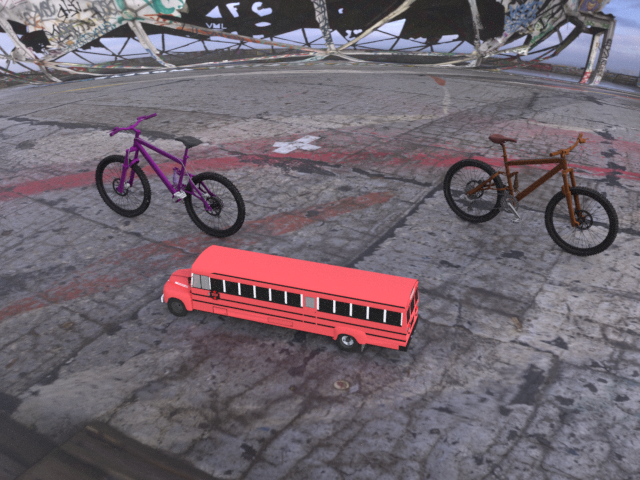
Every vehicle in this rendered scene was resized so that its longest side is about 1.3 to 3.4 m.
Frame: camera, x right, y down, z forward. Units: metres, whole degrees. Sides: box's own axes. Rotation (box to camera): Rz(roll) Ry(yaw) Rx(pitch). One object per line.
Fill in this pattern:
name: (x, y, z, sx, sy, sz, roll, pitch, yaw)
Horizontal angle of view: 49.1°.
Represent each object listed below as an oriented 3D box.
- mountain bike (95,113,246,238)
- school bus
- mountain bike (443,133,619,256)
mountain bike: (-2.444, -0.981, 11.084, 2.857, 1.688, 1.114, 12, 30, 22)
school bus: (-0.452, 0.691, 8.797, 3.322, 0.844, 0.709, 9, 29, 17)
mountain bike: (3.171, -0.795, 10.730, 2.857, 1.688, 1.114, 21, 34, 34)
